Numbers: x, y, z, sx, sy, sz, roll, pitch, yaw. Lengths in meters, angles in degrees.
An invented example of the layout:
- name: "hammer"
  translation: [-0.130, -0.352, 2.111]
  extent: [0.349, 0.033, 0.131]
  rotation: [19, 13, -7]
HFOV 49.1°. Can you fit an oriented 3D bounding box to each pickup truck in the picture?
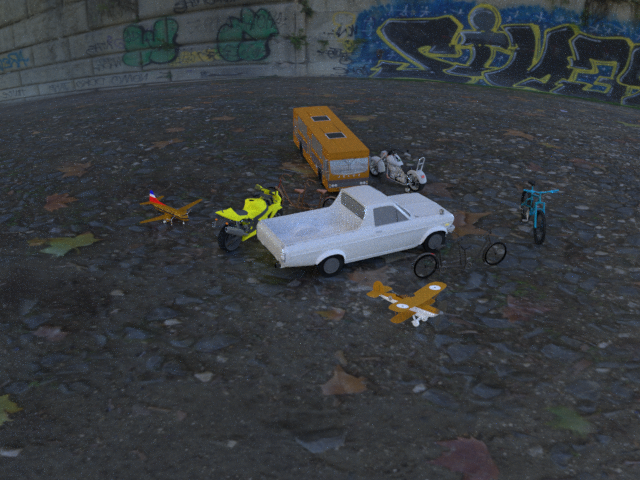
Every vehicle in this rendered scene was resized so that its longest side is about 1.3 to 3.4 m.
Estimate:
- name: "pickup truck"
  translation: [0.596, -0.255, 11.096]
  extent: [3.117, 0.993, 1.244]
  rotation: [-12, 29, -23]

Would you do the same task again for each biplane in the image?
- name: "biplane"
  translation: [1.181, 0.829, 9.437]
  extent: [1.090, 0.504, 1.336]
  rotation: [18, 31, 32]

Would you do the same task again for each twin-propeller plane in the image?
- name: "twin-propeller plane"
  translation: [-2.687, -0.574, 12.416]
  extent: [1.095, 0.407, 1.370]
  rotation: [21, 33, 36]

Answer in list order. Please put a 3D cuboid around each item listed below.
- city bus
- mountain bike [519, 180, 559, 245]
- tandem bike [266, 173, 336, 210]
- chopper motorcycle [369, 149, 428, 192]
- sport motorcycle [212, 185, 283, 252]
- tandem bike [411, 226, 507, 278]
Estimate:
- name: "city bus"
  translation: [0.161, -1.934, 14.641]
  extent: [0.926, 0.894, 3.255]
  rotation: [-6, 27, -13]
- name: "mountain bike"
  translation: [3.610, -0.544, 11.829]
  extent: [0.573, 0.868, 1.469]
  rotation: [1, 26, 1]
- name: "tandem bike"
  translation: [-0.302, -0.795, 12.554]
  extent: [1.642, 0.682, 0.283]
  rotation: [12, 29, 23]
- name: "chopper motorcycle"
  translation: [1.505, -1.458, 13.820]
  extent: [0.466, 0.761, 1.563]
  rotation: [-19, 32, -33]
- name: "sport motorcycle"
  translation: [-1.132, -0.363, 11.513]
  extent: [0.506, 0.821, 1.520]
  rotation: [20, 32, 34]
- name: "tandem bike"
  translation: [2.125, 0.180, 10.561]
  extent: [1.642, 0.682, 0.283]
  rotation: [-9, 27, -18]
